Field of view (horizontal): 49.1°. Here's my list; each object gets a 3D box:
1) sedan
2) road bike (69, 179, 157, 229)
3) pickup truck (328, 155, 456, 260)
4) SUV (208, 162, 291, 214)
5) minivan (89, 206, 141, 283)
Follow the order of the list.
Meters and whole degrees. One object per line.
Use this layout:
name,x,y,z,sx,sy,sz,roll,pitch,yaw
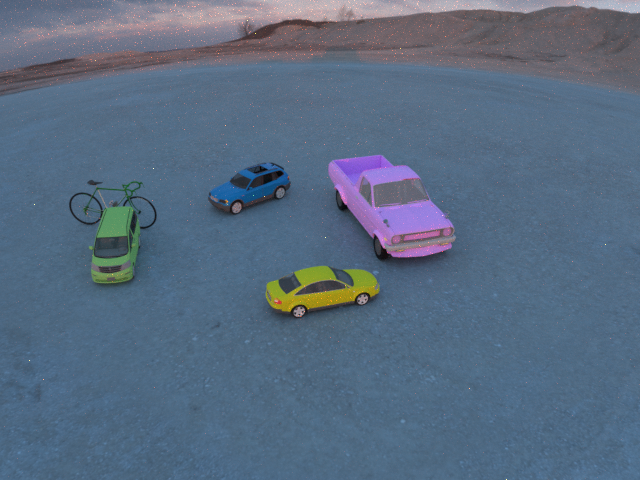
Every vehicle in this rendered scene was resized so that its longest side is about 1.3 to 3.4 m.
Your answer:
sedan,0.050,0.642,9.710,1.613,0.483,0.635,-9,29,-17
road bike,-3.477,-0.605,11.675,1.545,0.852,0.358,4,28,8
pickup truck,1.112,-0.733,11.765,1.244,0.993,3.117,-8,29,-15
SUV,-1.268,-0.972,12.659,1.572,0.580,0.656,-22,35,-35
minivan,-3.107,0.061,10.668,0.681,0.616,1.548,-4,28,-7
